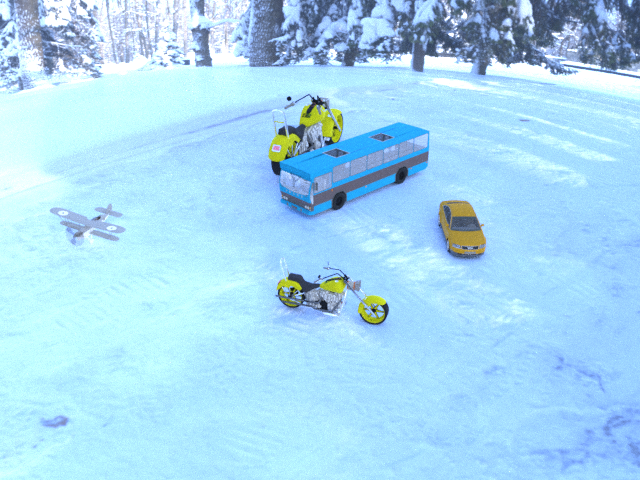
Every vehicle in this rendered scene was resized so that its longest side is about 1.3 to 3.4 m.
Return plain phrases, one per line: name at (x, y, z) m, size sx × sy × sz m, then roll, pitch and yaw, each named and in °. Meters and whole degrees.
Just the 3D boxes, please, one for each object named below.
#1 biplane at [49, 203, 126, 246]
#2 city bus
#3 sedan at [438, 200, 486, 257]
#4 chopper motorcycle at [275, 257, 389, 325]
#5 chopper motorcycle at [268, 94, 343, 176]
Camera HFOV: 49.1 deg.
biplane at (-3.684, -0.264, 11.449) m, size 1.336 × 0.504 × 1.090 m, roll 9°, pitch 29°, yaw 16°
city bus at (0.718, -1.356, 13.124) m, size 3.255 × 0.894 × 0.926 m, roll -24°, pitch 36°, yaw -38°
sedan at (2.321, -0.257, 11.457) m, size 0.635 × 0.483 × 1.613 m, roll 0°, pitch 27°, yaw 0°
chopper motorcycle at (0.153, 0.681, 9.355) m, size 1.563 × 0.761 × 0.466 m, roll 8°, pitch 29°, yaw 16°
chopper motorcycle at (-0.210, -2.329, 14.359) m, size 0.906 × 1.480 × 3.040 m, roll 12°, pitch 30°, yaw 22°
